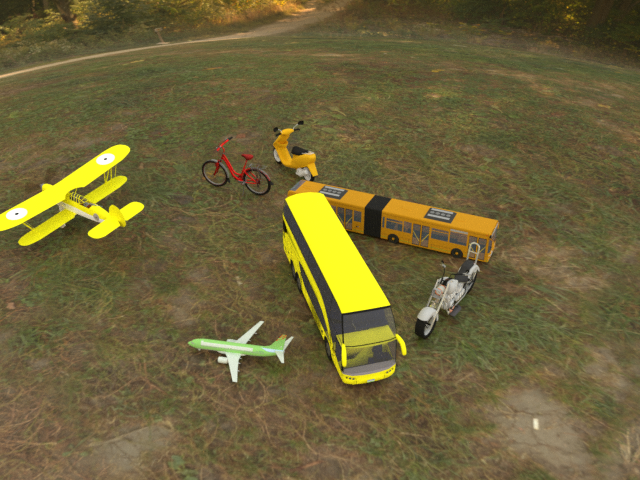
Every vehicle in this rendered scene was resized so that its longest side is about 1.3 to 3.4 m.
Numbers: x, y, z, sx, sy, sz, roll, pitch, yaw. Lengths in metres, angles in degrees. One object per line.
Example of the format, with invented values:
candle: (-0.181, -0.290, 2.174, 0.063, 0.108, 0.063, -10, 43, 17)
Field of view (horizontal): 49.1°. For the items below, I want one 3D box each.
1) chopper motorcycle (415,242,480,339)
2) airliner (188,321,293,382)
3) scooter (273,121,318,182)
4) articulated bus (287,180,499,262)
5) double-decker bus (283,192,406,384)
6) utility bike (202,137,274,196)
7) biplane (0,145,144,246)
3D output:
chopper motorcycle: (1.706, 0.653, 9.262, 0.466, 0.761, 1.563, 21, 37, 30)
airliner: (-1.015, 1.255, 8.592, 1.307, 0.429, 1.161, 6, 32, 10)
scooter: (-0.482, -1.656, 12.903, 0.662, 0.919, 1.399, -20, 37, -30)
articulated bus: (1.095, -0.330, 11.070, 3.401, 0.561, 0.605, 13, 34, 21)
double-decker bus: (0.179, 0.541, 9.166, 0.756, 1.052, 3.251, -8, 32, -13)
utility bike: (-1.483, -1.243, 12.200, 1.435, 0.946, 0.535, 12, 33, 20)
biplane: (-3.778, -0.529, 10.993, 2.120, 0.981, 2.598, 21, 37, 30)
